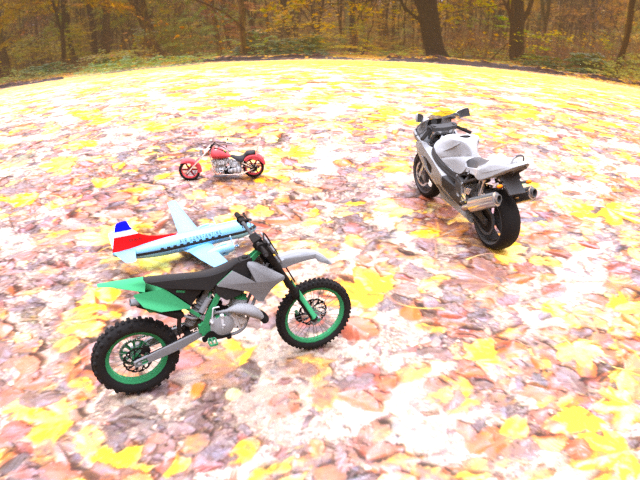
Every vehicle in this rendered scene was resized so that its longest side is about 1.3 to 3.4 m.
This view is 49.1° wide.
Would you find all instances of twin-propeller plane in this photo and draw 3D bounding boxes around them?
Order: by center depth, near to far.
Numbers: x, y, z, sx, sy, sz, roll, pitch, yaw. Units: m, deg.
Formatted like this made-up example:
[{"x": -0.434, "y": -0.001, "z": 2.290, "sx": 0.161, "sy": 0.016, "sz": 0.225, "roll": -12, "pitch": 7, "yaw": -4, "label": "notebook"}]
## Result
[{"x": -1.880, "y": -0.089, "z": 9.925, "sx": 2.129, "sy": 0.792, "sz": 2.663, "roll": -14, "pitch": 30, "yaw": -25, "label": "twin-propeller plane"}]

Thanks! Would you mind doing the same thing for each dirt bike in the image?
[{"x": -0.993, "y": 0.687, "z": 7.459, "sx": 2.903, "sy": 1.666, "sz": 1.024, "roll": -11, "pitch": 29, "yaw": -20, "label": "dirt bike"}]

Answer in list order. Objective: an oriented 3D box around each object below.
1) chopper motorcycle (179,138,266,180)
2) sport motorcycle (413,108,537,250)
[{"x": -1.769, "y": -1.462, "z": 12.628, "sx": 1.563, "sy": 0.761, "sz": 0.466, "roll": -2, "pitch": 27, "yaw": -4, "label": "chopper motorcycle"}, {"x": 2.226, "y": -1.026, "z": 10.867, "sx": 0.983, "sy": 1.596, "sz": 2.955, "roll": -10, "pitch": 29, "yaw": -19, "label": "sport motorcycle"}]
